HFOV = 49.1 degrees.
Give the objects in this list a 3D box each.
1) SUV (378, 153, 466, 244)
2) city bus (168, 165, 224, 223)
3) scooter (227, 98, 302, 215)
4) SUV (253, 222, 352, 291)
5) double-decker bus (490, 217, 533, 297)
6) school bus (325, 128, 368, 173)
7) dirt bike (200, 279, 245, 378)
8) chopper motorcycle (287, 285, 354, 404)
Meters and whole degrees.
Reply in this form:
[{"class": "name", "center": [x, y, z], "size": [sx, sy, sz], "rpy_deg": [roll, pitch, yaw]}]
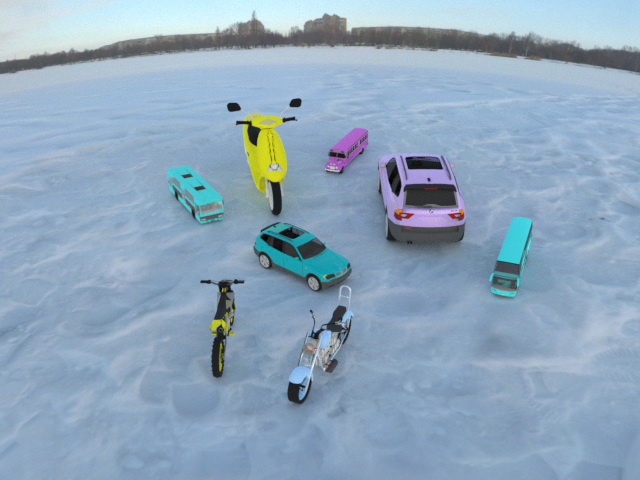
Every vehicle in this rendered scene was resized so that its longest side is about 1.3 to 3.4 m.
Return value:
[{"class": "SUV", "center": [1.659, -0.921, 11.726], "size": [1.276, 1.128, 3.058], "rpy_deg": [0, 27, 0]}, {"class": "city bus", "center": [-2.188, -0.797, 12.215], "size": [0.476, 0.460, 1.674], "rpy_deg": [-14, 31, -26]}, {"class": "scooter", "center": [-1.008, -1.709, 12.536], "size": [1.288, 1.786, 2.721], "rpy_deg": [-6, 28, -12]}, {"class": "SUV", "center": [-0.271, 0.200, 10.152], "size": [1.572, 0.580, 0.656], "rpy_deg": [22, 35, 36]}, {"class": "double-decker bus", "center": [2.790, 0.237, 10.124], "size": [0.389, 0.541, 1.672], "rpy_deg": [10, 29, 19]}, {"class": "school bus", "center": [0.549, -1.822, 14.229], "size": [0.365, 0.434, 1.708], "rpy_deg": [11, 29, 20]}, {"class": "dirt bike", "center": [-1.170, 0.938, 8.421], "size": [0.527, 0.857, 1.493], "rpy_deg": [0, 27, 1]}, {"class": "chopper motorcycle", "center": [0.022, 1.179, 8.058], "size": [0.466, 0.761, 1.563], "rpy_deg": [12, 30, 22]}]
